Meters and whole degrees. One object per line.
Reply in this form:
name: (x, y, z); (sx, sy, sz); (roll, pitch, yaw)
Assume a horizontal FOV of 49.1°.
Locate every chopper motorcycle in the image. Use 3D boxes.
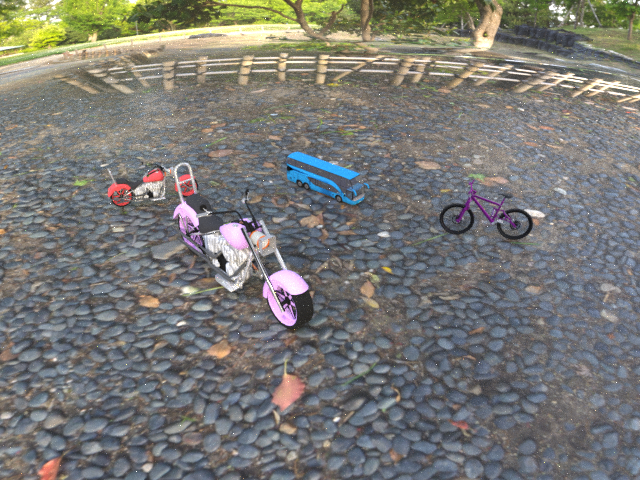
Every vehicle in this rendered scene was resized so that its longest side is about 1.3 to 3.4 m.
chopper motorcycle: (-1.164, 0.036, 9.803); (0.906, 1.480, 3.040); (-24, 39, -34)
chopper motorcycle: (-2.922, -1.010, 12.229); (1.563, 0.761, 0.466); (-12, 33, -19)

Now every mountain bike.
mountain bike: (2.660, -0.429, 11.164); (1.469, 0.868, 0.573); (6, 32, 9)

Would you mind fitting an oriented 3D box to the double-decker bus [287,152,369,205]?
double-decker bus: (0.105, -1.105, 12.600); (1.672, 0.541, 0.389); (24, 38, 34)
